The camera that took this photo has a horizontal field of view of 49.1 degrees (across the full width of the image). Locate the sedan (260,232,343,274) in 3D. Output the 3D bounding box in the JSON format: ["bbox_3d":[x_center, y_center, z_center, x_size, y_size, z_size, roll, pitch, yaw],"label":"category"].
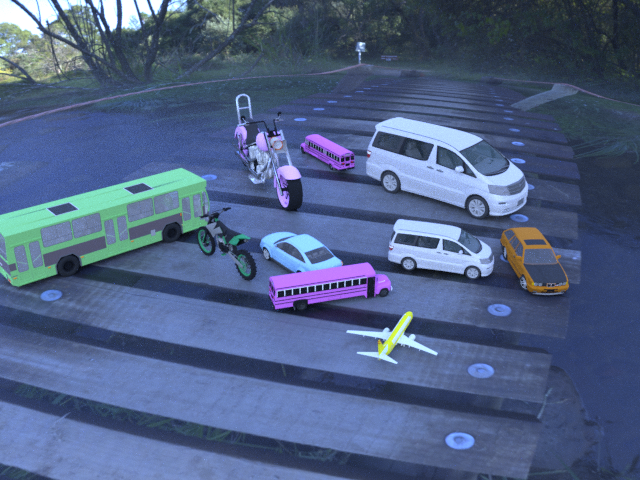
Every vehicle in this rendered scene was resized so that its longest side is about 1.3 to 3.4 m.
[{"bbox_3d":[-0.306,0.181,10.427,0.635,0.483,1.613,-18,31,-33],"label":"sedan"}]

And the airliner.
[{"bbox_3d":[0.926,1.103,8.602,1.161,0.429,1.307,12,28,22],"label":"airliner"}]

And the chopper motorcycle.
[{"bbox_3d":[-1.009,-1.693,13.131,0.906,1.480,3.040,-11,28,-21],"label":"chopper motorcycle"}]

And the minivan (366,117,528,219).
[{"bbox_3d":[2.308,-1.362,12.775,3.011,1.197,1.324,21,33,36],"label":"minivan"}]

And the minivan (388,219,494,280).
[{"bbox_3d":[1.811,0.116,10.411,1.548,0.616,0.681,8,27,15],"label":"minivan"}]

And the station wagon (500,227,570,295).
[{"bbox_3d":[3.141,0.255,10.289,0.682,0.473,1.597,-1,26,-2],"label":"station wagon"}]

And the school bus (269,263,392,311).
[{"bbox_3d":[0.164,0.624,9.578,1.708,0.434,0.365,-8,27,-15],"label":"school bus"}]

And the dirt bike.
[{"bbox_3d":[-1.421,0.016,10.339,0.527,0.857,1.493,-21,33,-37],"label":"dirt bike"}]

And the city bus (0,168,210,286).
[{"bbox_3d":[-3.294,-0.234,10.810,3.255,0.894,0.926,-21,33,-36],"label":"city bus"}]

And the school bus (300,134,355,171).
[{"bbox_3d":[0.122,-1.846,14.635,0.365,0.434,1.708,-15,30,-27],"label":"school bus"}]
